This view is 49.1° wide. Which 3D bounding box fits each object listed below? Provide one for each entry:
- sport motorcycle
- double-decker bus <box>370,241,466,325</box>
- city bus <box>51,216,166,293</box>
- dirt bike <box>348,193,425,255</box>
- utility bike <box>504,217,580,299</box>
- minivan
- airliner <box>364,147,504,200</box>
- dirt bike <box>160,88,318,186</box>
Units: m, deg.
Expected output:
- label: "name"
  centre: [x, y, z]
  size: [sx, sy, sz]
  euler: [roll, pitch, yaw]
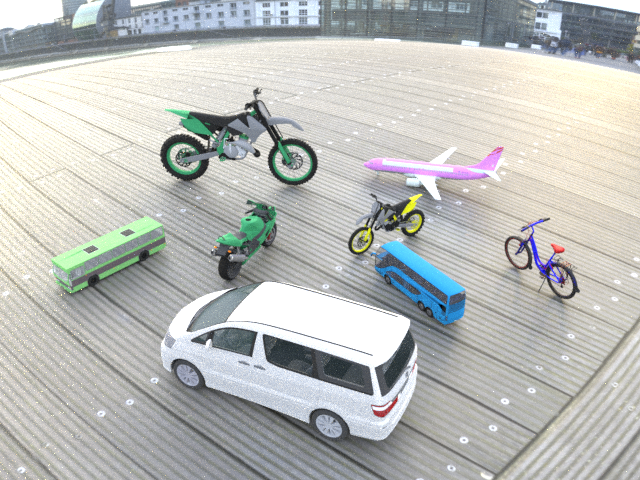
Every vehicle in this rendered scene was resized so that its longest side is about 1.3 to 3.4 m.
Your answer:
- label: "sport motorcycle"
  centre: [-1.067, -0.025, 10.416]
  size: [0.506, 0.821, 1.520]
  euler: [15, 34, 24]
- label: "double-decker bus"
  centre: [1.346, 0.546, 9.743]
  size: [0.389, 0.541, 1.672]
  euler: [-18, 36, -27]
- label: "city bus"
  centre: [-3.092, 0.212, 10.374]
  size: [0.476, 0.460, 1.674]
  euler: [25, 39, 34]
- label: "dirt bike"
  centre: [1.058, -0.291, 10.822]
  size: [1.493, 0.857, 0.527]
  euler: [-19, 36, -28]
- label: "utility bike"
  centre: [3.097, 0.233, 9.870]
  size: [0.535, 0.946, 1.435]
  euler: [-17, 35, -26]
- label: "minivan"
  centre: [-0.422, 1.207, 8.017]
  size: [3.011, 1.197, 1.324]
  euler: [14, 34, 22]
- label: "airliner"
  centre: [2.040, -1.444, 12.748]
  size: [2.541, 0.835, 2.257]
  euler: [9, 32, 14]
- label: "dirt bike"
  centre: [-1.477, -1.777, 12.495]
  size: [2.903, 1.666, 1.024]
  euler: [3, 31, 6]
